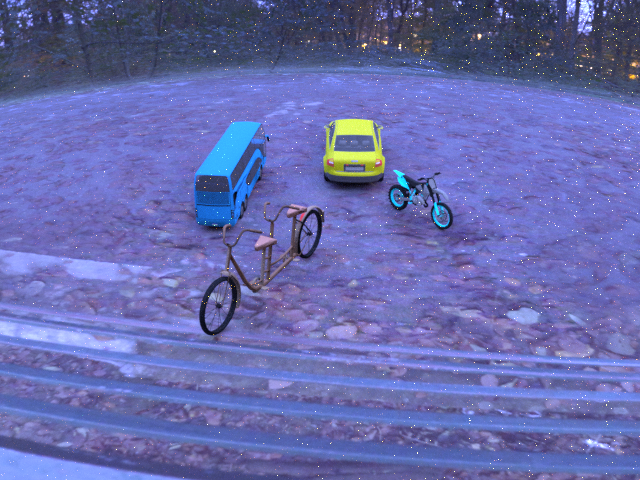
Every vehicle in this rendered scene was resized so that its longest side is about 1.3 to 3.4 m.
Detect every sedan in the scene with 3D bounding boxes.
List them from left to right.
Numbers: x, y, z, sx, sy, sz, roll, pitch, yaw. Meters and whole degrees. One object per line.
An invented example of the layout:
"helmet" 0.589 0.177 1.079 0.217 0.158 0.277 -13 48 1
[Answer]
"sedan" 0.688 -2.002 14.306 1.235 0.940 3.137 1 27 2

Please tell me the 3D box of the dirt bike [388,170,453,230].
"dirt bike" 1.713 -0.752 11.933 0.527 0.857 1.493 -20 33 -34

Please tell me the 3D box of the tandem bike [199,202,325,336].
"tandem bike" -0.704 0.117 9.703 0.550 1.326 3.192 14 30 25

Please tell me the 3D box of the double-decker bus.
"double-decker bus" -1.564 -1.299 12.797 0.756 1.052 3.251 3 27 5
